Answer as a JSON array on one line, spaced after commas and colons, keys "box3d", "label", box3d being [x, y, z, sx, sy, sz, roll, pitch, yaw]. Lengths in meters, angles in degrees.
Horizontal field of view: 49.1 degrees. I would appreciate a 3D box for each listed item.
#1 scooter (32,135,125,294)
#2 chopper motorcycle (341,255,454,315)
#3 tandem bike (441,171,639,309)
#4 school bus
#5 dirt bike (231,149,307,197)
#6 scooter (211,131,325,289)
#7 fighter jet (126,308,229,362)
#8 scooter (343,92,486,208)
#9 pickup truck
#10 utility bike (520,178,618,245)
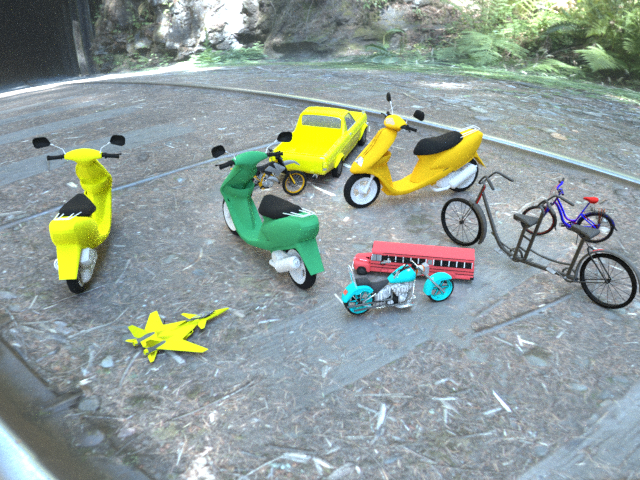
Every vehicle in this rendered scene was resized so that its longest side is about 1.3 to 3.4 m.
[{"box3d": [-3.382, -0.530, 10.025, 1.288, 1.786, 2.721, -2, 27, -5], "label": "scooter"}, {"box3d": [1.026, 0.552, 9.050, 1.563, 0.761, 0.466, -9, 29, -17], "label": "chopper motorcycle"}, {"box3d": [2.956, -0.096, 9.688, 0.550, 1.326, 3.192, -23, 35, -37], "label": "tandem bike"}, {"box3d": [1.314, 0.296, 9.900, 1.708, 0.434, 0.365, 5, 28, 9], "label": "school bus"}, {"box3d": [-0.915, -1.077, 12.089, 1.493, 0.857, 0.527, -12, 30, -23], "label": "dirt bike"}, {"box3d": [-0.772, -0.505, 9.976, 1.288, 1.786, 2.721, -17, 32, -29], "label": "scooter"}, {"box3d": [-1.671, 1.021, 8.661, 1.358, 0.286, 1.147, -24, 36, -38], "label": "fighter jet"}, {"box3d": [1.668, -1.523, 11.941, 2.721, 1.786, 1.288, -10, 29, -19], "label": "scooter"}, {"box3d": [0.054, -2.049, 13.819, 1.244, 0.993, 3.117, 8, 29, 16], "label": "pickup truck"}, {"box3d": [3.819, -0.397, 10.681, 1.435, 0.946, 0.535, 8, 29, 15], "label": "utility bike"}]
